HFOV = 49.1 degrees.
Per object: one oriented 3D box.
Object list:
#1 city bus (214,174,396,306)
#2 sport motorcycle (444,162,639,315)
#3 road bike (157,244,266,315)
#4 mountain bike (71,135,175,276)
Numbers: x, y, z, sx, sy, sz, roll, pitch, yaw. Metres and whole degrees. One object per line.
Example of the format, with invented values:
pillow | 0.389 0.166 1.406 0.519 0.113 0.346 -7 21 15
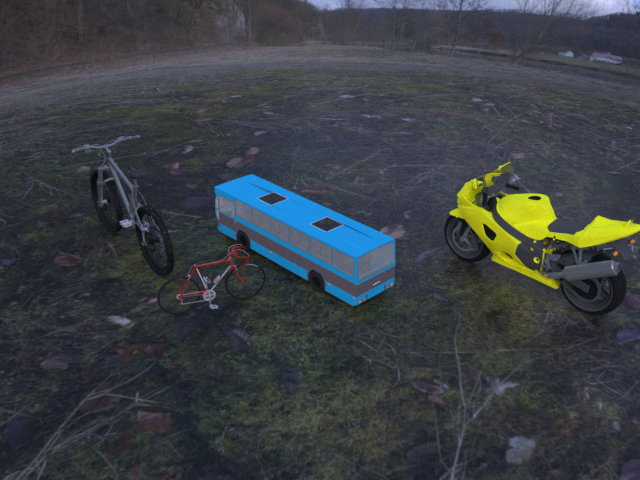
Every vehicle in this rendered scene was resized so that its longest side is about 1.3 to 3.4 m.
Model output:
city bus | -0.328 -0.050 10.742 0.926 0.894 3.255 -24 36 -37
sport motorcycle | 3.033 -0.043 9.986 0.983 1.596 2.955 -25 37 -38
road bike | -1.485 0.557 9.652 1.545 0.852 0.358 -12 30 -21
mountain bike | -3.008 -0.583 10.897 1.114 1.688 2.857 -20 34 -33
